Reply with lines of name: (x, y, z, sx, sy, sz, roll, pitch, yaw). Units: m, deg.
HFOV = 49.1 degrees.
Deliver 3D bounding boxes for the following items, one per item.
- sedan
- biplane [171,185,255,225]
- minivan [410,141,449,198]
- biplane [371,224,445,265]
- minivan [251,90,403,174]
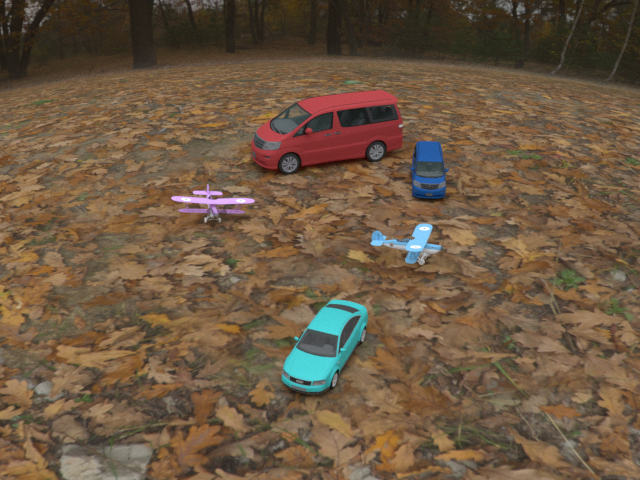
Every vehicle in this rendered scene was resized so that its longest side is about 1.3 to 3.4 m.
sedan: (0.080, 1.173, 8.158, 0.635, 0.483, 1.613, 11, 29, 20)
biplane: (-1.767, -0.598, 11.548, 1.336, 0.504, 1.090, -8, 28, -14)
minivan: (1.976, -1.280, 12.743, 0.681, 0.616, 1.548, 3, 28, 6)
biplane: (1.293, 0.064, 10.272, 1.090, 0.504, 1.336, 8, 28, 14)
minivan: (0.129, -2.179, 13.845, 3.011, 1.197, 1.324, -10, 29, -19)
